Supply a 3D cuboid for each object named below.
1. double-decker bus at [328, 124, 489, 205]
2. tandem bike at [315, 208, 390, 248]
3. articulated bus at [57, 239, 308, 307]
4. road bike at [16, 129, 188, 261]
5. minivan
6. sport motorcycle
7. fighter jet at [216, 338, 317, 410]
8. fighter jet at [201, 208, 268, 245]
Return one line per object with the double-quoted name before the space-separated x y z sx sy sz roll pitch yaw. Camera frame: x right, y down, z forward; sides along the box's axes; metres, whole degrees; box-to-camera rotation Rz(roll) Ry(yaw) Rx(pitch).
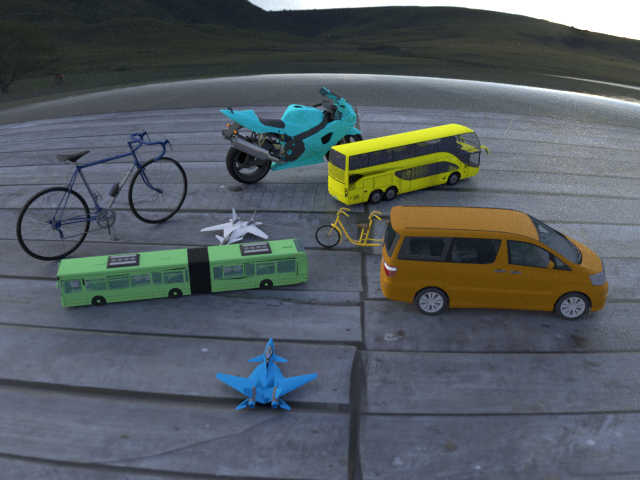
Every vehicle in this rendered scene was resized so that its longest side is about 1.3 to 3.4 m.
"double-decker bus" 1.666 -1.444 13.056 3.251 1.052 0.756 -14 30 -27
"tandem bike" 0.738 -0.142 10.824 1.642 0.682 0.283 3 26 7
"articulated bus" -1.879 0.443 9.770 3.401 0.561 0.605 -5 27 -10
"road bike" -3.328 -0.751 10.960 0.696 1.656 3.004 23 34 39
"minivan" 2.335 0.249 9.445 3.011 1.197 1.324 2 26 3
"sport motorcycle" -0.468 -1.993 13.555 2.955 1.596 0.983 -11 28 -21
"fighter jet" -0.608 1.437 8.059 1.147 0.286 1.358 0 26 0
"fighter jet" -1.419 -0.117 11.221 1.147 0.286 1.358 6 27 13
